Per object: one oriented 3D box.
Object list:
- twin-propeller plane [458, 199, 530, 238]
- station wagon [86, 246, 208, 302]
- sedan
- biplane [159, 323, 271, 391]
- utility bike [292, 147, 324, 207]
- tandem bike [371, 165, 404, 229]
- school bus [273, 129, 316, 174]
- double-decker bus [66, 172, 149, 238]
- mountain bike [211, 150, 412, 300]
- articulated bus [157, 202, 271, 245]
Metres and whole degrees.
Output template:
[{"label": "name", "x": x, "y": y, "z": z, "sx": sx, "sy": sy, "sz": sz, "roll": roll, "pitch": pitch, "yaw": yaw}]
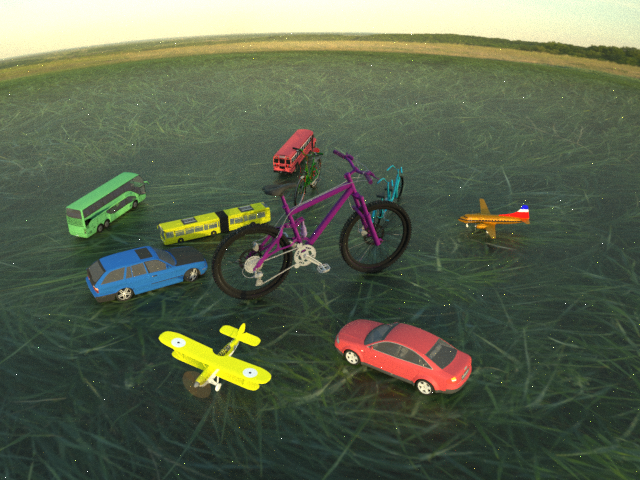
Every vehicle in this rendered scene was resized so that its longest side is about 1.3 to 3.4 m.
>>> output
[{"label": "twin-propeller plane", "x": 2.714, "y": -0.374, "z": 10.938, "sx": 1.095, "sy": 0.407, "sz": 1.370, "roll": 2, "pitch": 29, "yaw": 4}, {"label": "station wagon", "x": -2.336, "y": 0.372, "z": 9.510, "sx": 1.597, "sy": 0.473, "sz": 0.682, "roll": -15, "pitch": 32, "yaw": -26}, {"label": "sedan", "x": 0.916, "y": 1.235, "z": 7.925, "sx": 1.613, "sy": 0.483, "sz": 0.635, "roll": 18, "pitch": 33, "yaw": 29}, {"label": "biplane", "x": -1.078, "y": 1.314, "z": 7.759, "sx": 1.336, "sy": 0.504, "sz": 1.090, "roll": 12, "pitch": 31, "yaw": 20}, {"label": "utility bike", "x": -0.146, "y": -1.153, "z": 11.799, "sx": 0.535, "sy": 0.946, "sz": 1.435, "roll": 8, "pitch": 30, "yaw": 15}, {"label": "tandem bike", "x": 1.107, "y": -0.737, "z": 11.314, "sx": 0.283, "sy": 0.682, "sz": 1.642, "roll": 11, "pitch": 31, "yaw": 20}, {"label": "school bus", "x": -0.451, "y": -1.721, "z": 13.368, "sx": 0.365, "sy": 0.434, "sz": 1.708, "roll": 8, "pitch": 30, "yaw": 14}, {"label": "double-decker bus", "x": -3.377, "y": -0.599, "z": 11.210, "sx": 0.389, "sy": 0.541, "sz": 1.672, "roll": 11, "pitch": 31, "yaw": 19}, {"label": "mountain bike", "x": -0.047, "y": -0.136, "z": 9.174, "sx": 2.857, "sy": 1.688, "sz": 1.114, "roll": -11, "pitch": 31, "yaw": -20}, {"label": "articulated bus", "x": -1.620, "y": -0.265, "z": 10.863, "sx": 1.749, "sy": 0.289, "sz": 0.311, "roll": -14, "pitch": 32, "yaw": -23}]
